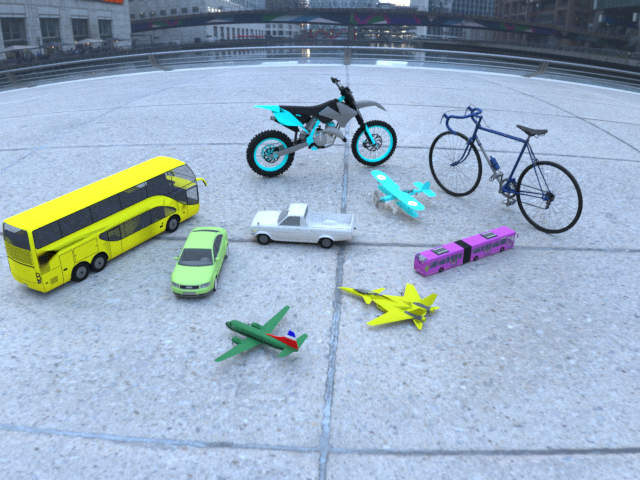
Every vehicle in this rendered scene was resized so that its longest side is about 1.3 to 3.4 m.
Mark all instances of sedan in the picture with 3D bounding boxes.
[{"bbox_3d":[-1.671,0.237,9.790,0.635,0.483,1.613,1,28,2],"label":"sedan"}]

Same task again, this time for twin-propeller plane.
[{"bbox_3d":[-0.698,1.091,8.237,1.095,0.407,1.370,17,32,30],"label":"twin-propeller plane"}]

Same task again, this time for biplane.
[{"bbox_3d":[1.405,-0.736,11.629,1.090,0.504,1.336,-15,31,-27],"label":"biplane"}]

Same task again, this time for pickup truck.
[{"bbox_3d":[-0.259,-0.252,10.695,1.603,0.511,0.640,3,28,6],"label":"pickup truck"}]

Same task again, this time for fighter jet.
[{"bbox_3d":[0.823,0.731,9.057,1.358,0.286,1.147,16,32,28],"label":"fighter jet"}]

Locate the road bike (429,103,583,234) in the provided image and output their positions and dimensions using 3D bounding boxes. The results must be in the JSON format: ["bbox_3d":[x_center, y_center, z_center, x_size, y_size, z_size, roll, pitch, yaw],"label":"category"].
[{"bbox_3d":[2.906,-1.196,11.265,0.696,1.656,3.004,-22,34,-35],"label":"road bike"}]

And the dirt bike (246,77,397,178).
[{"bbox_3d":[0.060,-2.038,12.867,2.903,1.666,1.024,-7,28,-13],"label":"dirt bike"}]

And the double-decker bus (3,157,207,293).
[{"bbox_3d":[-3.025,-0.347,10.294,0.756,1.052,3.251,17,32,29],"label":"double-decker bus"}]

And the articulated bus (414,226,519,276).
[{"bbox_3d":[2.131,0.150,10.167,1.749,0.289,0.311,-16,31,-27],"label":"articulated bus"}]
